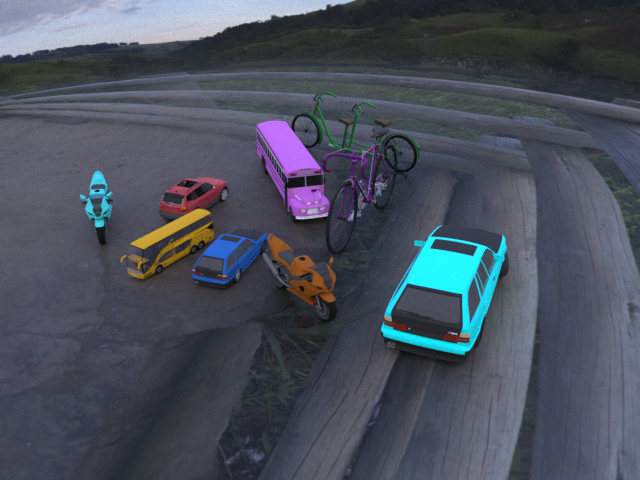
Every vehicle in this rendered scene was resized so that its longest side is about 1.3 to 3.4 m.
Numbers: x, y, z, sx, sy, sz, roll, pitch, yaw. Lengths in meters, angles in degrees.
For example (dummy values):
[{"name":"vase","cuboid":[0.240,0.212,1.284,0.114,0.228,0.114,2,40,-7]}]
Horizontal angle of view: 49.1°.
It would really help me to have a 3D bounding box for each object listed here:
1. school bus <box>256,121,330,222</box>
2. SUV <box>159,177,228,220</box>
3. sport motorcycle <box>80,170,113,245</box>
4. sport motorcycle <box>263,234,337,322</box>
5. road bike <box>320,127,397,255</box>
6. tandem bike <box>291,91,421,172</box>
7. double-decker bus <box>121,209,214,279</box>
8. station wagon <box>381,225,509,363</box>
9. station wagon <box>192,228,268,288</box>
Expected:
[{"name":"school bus","cuboid":[-0.553,-1.349,13.178,0.709,0.844,3.322,-7,29,-14]},{"name":"SUV","cuboid":[-2.232,-0.814,12.443,0.656,0.580,1.572,11,30,20]},{"name":"sport motorcycle","cuboid":[-3.676,-0.556,11.694,0.506,0.821,1.520,-7,29,-13]},{"name":"sport motorcycle","cuboid":[-0.262,0.510,9.662,0.506,0.821,1.520,-19,33,-32]},{"name":"road bike","cuboid":[0.749,-0.942,11.531,0.696,1.656,3.004,13,30,23]},{"name":"tandem bike","cuboid":[0.670,-2.272,14.419,3.192,1.326,0.550,18,33,31]},{"name":"double-decker bus","cuboid":[-2.310,0.058,10.825,0.389,0.541,1.672,17,32,30]},{"name":"station wagon","cuboid":[1.824,0.461,9.651,1.327,0.920,3.105,11,30,19]},{"name":"station wagon","cuboid":[-1.336,0.170,10.685,0.682,0.473,1.597,10,29,18]}]
